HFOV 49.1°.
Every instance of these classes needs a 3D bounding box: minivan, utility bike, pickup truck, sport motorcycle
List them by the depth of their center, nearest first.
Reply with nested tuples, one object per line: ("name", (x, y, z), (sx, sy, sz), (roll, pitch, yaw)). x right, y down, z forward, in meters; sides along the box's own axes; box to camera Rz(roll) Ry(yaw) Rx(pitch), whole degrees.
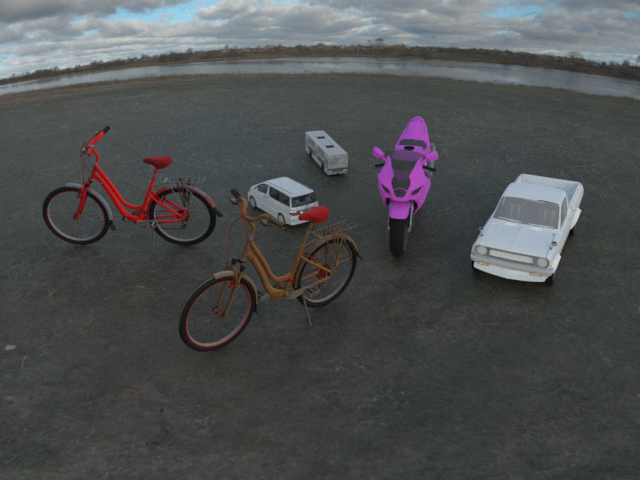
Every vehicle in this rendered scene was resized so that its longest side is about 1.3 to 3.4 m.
("utility bike", (-0.451, 0.305, 8.492), (2.791, 1.839, 1.039), (-19, 32, -34))
("utility bike", (-2.891, -0.681, 10.551), (2.791, 1.839, 1.039), (0, 26, 0))
("pickup truck", (3.292, -0.354, 10.847), (1.244, 0.993, 3.117), (12, 28, 24))
("sport motorcycle", (1.427, -0.954, 11.401), (0.983, 1.596, 2.955), (5, 26, 11))
("minivan", (-0.667, -0.742, 12.095), (0.681, 0.616, 1.548), (-17, 30, -31))

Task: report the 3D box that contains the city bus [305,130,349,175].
("city bus", (0.114, -1.806, 14.494), (0.476, 0.460, 1.674), (-7, 27, -15))
